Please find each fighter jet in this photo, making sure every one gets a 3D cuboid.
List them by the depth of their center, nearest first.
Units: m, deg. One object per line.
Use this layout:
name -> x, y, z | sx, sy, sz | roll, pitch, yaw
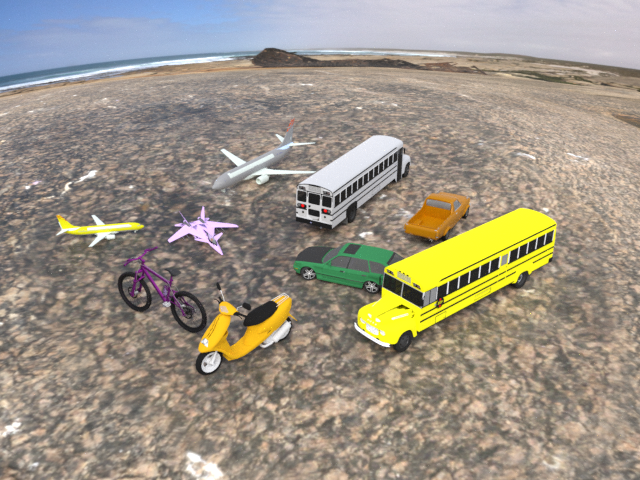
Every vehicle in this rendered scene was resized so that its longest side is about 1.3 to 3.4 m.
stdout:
fighter jet -> -1.776, -0.125, 10.898 | 1.147, 0.286, 1.358 | -14, 30, -26

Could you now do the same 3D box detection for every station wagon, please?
station wagon -> 0.415, 0.324, 9.798 | 1.597, 0.473, 0.682 | 10, 29, 20

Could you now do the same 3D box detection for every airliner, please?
airliner -> -3.446, -0.256, 10.999 | 1.307, 0.429, 1.161 | -6, 27, -13
airliner -> -1.191, -1.594, 13.209 | 2.257, 0.835, 2.541 | 17, 31, 30

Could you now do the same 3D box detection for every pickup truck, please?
pickup truck -> 1.913, -0.435, 11.264 | 0.640, 0.511, 1.603 | 14, 30, 26

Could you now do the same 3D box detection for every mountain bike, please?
mountain bike -> -2.001, 0.636, 8.739 | 1.469, 0.868, 0.573 | 16, 31, 28

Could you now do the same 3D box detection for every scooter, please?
scooter -> -0.845, 0.951, 8.055 | 1.399, 0.919, 0.662 | -21, 33, -35

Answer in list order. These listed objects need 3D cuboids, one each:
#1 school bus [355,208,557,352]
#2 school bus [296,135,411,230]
school bus -> 1.839, 0.444, 9.146 | 3.322, 0.844, 0.709 | -21, 33, -35
school bus -> 0.704, -1.109, 12.234 | 0.709, 0.844, 3.322 | 14, 30, 26
